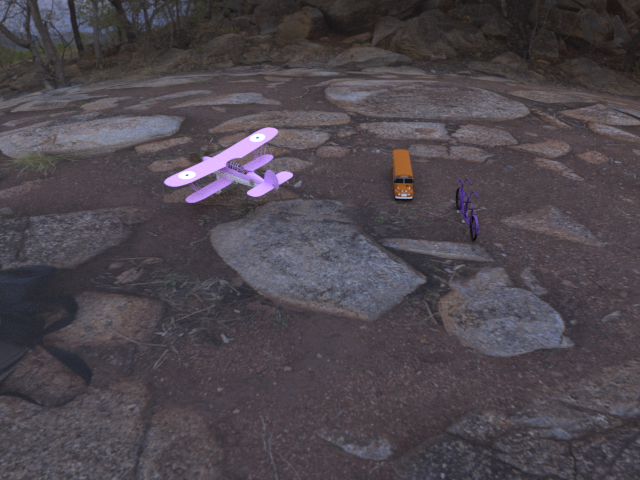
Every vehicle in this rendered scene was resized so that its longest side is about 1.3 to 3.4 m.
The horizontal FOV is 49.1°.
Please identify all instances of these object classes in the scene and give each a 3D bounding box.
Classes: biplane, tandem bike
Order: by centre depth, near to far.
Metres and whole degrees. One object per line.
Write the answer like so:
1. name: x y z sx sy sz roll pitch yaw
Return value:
1. tandem bike: 2.483 -0.572 11.828 0.283 0.682 1.642 -1 27 -1
2. biplane: -1.522 -1.203 12.751 2.120 0.981 2.598 22 34 37

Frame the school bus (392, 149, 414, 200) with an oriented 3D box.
1. school bus: 1.581 -1.261 13.476 0.365 0.434 1.708 1 27 3
